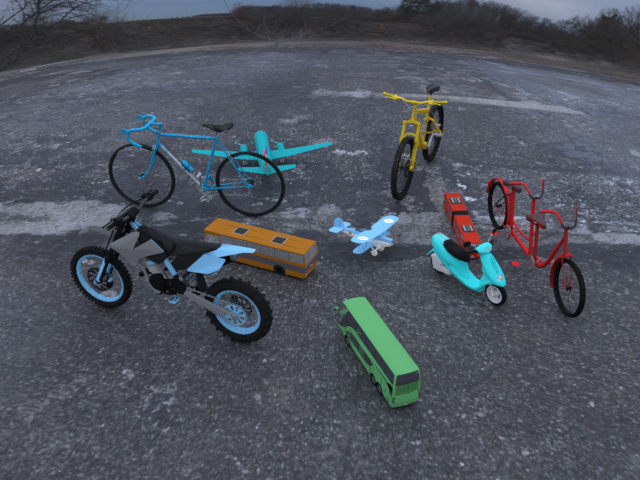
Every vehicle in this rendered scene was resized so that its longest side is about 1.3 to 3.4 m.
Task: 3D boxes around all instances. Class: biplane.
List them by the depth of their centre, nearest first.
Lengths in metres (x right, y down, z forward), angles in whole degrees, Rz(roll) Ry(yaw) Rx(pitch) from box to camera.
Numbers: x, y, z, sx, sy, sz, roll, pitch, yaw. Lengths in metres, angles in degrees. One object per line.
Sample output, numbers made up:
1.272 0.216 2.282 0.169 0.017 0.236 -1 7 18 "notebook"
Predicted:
0.692 -0.084 10.563 1.090 0.504 1.336 16 34 26 "biplane"

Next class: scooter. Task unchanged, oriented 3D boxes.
2.021 0.261 9.572 0.662 0.919 1.399 -22 37 -33 "scooter"

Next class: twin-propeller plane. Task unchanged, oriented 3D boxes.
-1.052 -1.711 13.033 2.663 0.792 2.129 -4 31 -7 "twin-propeller plane"

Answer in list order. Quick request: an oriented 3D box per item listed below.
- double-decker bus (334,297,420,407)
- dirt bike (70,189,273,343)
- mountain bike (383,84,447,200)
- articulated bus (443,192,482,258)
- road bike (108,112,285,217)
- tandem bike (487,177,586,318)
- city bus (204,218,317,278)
0.651 1.255 8.263 0.389 0.541 1.672 -11 32 -18 "double-decker bus"
-1.939 0.363 8.666 2.903 1.666 1.024 11 32 18 "dirt bike"
1.783 -1.887 12.450 1.114 1.688 2.857 13 33 21 "mountain bike"
2.236 -0.268 11.087 0.311 0.289 1.749 -1 31 -2 "articulated bus"
-2.034 -1.188 11.298 3.004 1.656 0.697 5 31 9 "road bike"
3.025 -0.211 9.971 0.550 1.326 3.192 -5 31 -8 "tandem bike"
-0.876 0.129 10.247 1.674 0.460 0.476 13 33 21 "city bus"
